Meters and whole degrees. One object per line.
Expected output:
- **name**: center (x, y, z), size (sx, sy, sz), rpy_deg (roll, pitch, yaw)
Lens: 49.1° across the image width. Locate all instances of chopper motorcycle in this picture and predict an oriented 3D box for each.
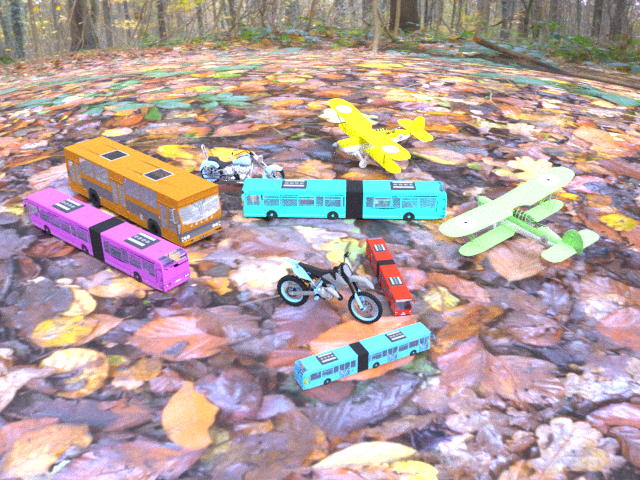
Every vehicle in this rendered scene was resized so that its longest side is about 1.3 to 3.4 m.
- **chopper motorcycle**: center (-1.429, -1.352, 12.738), size (1.563, 0.761, 0.466), rpy_deg (3, 29, 5)

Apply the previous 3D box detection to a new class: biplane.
- **biplane**: center (3.023, -0.227, 10.448), size (2.598, 0.981, 2.120), rpy_deg (-17, 33, -29)
- **biplane**: center (1.180, -1.974, 13.648), size (2.120, 0.981, 2.598), rpy_deg (-14, 32, -25)

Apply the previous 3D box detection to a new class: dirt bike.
- **dirt bike**: center (0.113, 0.600, 9.062), size (1.493, 0.857, 0.527), rpy_deg (12, 31, 21)

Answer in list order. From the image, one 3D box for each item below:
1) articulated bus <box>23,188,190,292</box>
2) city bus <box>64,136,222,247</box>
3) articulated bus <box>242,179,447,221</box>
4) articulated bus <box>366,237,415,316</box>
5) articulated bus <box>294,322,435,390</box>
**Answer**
- **articulated bus**: center (-3.290, -0.066, 10.590), size (3.401, 0.561, 0.605), rpy_deg (21, 35, 33)
- **city bus**: center (-3.007, -0.837, 11.656), size (3.255, 0.894, 0.926), rpy_deg (23, 36, 36)
- **articulated bus**: center (0.381, -0.686, 11.727), size (3.401, 0.561, 0.605), rpy_deg (1, 29, 2)
- **articulated bus**: center (0.954, 0.478, 9.878), size (0.311, 0.289, 1.749), rpy_deg (-4, 29, -8)
- **articulated bus**: center (0.535, 1.356, 8.270), size (1.749, 0.289, 0.311), rpy_deg (-14, 31, -23)
